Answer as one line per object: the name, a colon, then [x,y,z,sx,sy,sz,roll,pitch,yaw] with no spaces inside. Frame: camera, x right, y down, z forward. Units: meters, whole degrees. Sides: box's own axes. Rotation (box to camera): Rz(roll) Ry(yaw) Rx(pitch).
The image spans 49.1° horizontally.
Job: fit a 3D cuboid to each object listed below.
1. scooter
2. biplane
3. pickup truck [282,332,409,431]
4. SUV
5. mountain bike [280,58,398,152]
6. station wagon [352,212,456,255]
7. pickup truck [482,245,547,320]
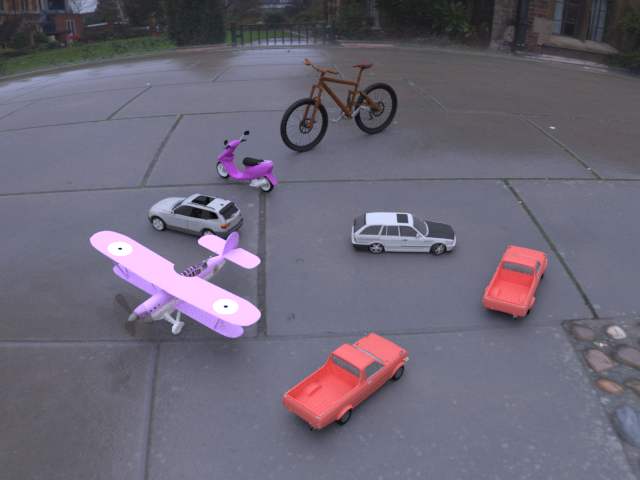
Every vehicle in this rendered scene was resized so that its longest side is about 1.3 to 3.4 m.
scooter: [-1.343,-1.398,12.499,1.399,0.919,0.662,20,36,30]
biplane: [-1.676,0.548,9.088,2.598,0.981,2.120,17,34,27]
pickup truck: [0.317,1.525,7.874,0.640,0.511,1.603,25,38,36]
SUV: [-1.996,-0.426,11.162,1.572,0.580,0.656,13,33,21]
mountain bike: [0.433,-2.771,14.095,2.857,1.688,1.114,-18,35,-28]
station wagon: [1.288,-0.129,10.758,1.597,0.473,0.682,1,30,2]
pickup truck: [2.702,0.510,9.621,0.640,0.511,1.603,14,33,22]
